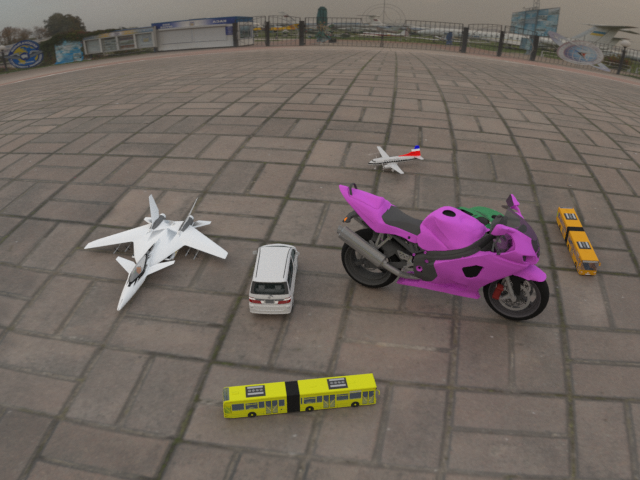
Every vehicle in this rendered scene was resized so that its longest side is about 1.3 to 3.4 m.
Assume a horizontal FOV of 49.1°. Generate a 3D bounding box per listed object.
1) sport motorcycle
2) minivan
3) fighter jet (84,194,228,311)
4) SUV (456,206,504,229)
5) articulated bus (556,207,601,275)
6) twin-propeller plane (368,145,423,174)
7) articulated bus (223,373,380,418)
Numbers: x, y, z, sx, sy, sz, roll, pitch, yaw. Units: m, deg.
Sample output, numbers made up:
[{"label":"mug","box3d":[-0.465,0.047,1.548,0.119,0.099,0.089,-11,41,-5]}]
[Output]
[{"label":"sport motorcycle","box3d":[1.619,0.151,9.418,2.955,1.596,0.983,12,32,20]},{"label":"minivan","box3d":[-0.642,0.440,9.899,0.681,0.616,1.548,1,30,2]},{"label":"fighter jet","box3d":[-2.542,0.147,10.464,2.229,0.557,2.640,4,30,7]},{"label":"SUV","box3d":[2.325,-0.224,11.082,1.572,0.580,0.656,-24,38,-35]},{"label":"articulated bus","box3d":[4.024,-0.012,11.007,0.311,0.289,1.749,3,30,5]},{"label":"twin-propeller plane","box3d":[1.455,-1.608,13.650,1.095,0.407,1.370,-8,31,-13]},{"label":"articulated bus","box3d":[-0.215,1.765,7.932,1.749,0.289,0.311,-4,30,-7]}]
